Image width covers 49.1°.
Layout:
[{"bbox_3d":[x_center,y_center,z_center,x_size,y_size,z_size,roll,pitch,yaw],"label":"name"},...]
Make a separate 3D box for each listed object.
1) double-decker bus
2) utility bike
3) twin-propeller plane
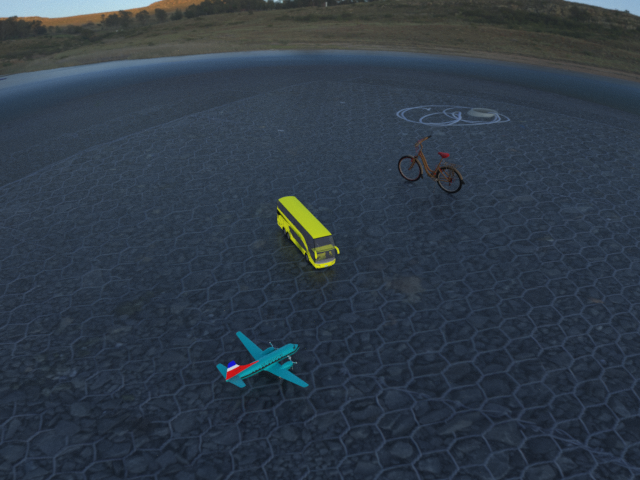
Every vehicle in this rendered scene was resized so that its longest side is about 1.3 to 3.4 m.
[{"bbox_3d":[-0.230,-0.127,11.041,0.389,0.541,1.672,-12,31,-21],"label":"double-decker bus"},{"bbox_3d":[2.019,-1.373,12.878,1.435,0.946,0.535,21,35,33],"label":"utility bike"},{"bbox_3d":[-0.671,1.425,8.370,1.095,0.407,1.370,-23,36,-35],"label":"twin-propeller plane"}]
